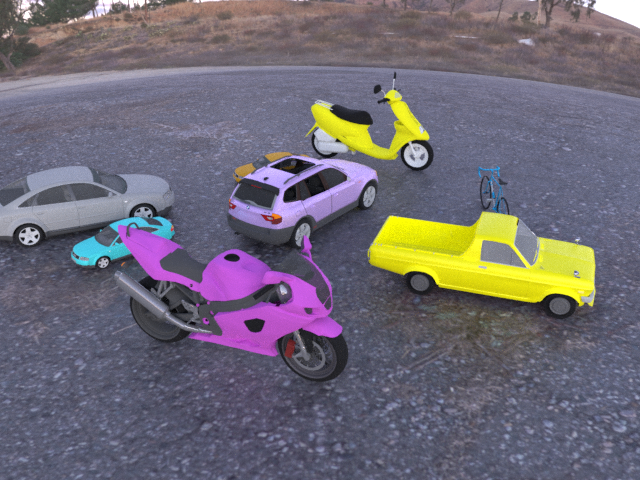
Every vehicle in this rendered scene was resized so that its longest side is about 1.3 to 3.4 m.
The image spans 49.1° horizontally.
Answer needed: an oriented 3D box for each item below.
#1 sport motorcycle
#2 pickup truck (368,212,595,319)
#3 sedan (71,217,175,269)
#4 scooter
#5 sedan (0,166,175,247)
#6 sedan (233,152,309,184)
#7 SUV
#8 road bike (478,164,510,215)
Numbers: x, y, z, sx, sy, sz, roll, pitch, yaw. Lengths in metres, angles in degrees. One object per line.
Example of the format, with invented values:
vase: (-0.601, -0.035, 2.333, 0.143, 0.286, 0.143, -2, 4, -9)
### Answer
sport motorcycle: (-1.049, 0.712, 8.161, 2.955, 1.596, 0.983, 11, 29, 21)
pickup truck: (2.280, 0.191, 9.847, 3.117, 0.993, 1.244, 9, 28, 17)
sedan: (-3.039, -0.019, 10.819, 1.613, 0.483, 0.635, -20, 33, -34)
scooter: (0.984, -2.377, 14.008, 2.721, 1.786, 1.288, 11, 29, 20)
sedan: (-4.013, -0.704, 11.660, 3.137, 0.940, 1.235, -12, 29, -22)
sedan: (-0.889, -1.401, 13.528, 1.613, 0.483, 0.635, -11, 29, -21)
SUV: (-0.209, -0.850, 11.739, 1.276, 1.128, 3.058, 19, 33, 33)
road bike: (2.948, -0.730, 11.808, 0.358, 0.852, 1.545, -2, 27, -4)
